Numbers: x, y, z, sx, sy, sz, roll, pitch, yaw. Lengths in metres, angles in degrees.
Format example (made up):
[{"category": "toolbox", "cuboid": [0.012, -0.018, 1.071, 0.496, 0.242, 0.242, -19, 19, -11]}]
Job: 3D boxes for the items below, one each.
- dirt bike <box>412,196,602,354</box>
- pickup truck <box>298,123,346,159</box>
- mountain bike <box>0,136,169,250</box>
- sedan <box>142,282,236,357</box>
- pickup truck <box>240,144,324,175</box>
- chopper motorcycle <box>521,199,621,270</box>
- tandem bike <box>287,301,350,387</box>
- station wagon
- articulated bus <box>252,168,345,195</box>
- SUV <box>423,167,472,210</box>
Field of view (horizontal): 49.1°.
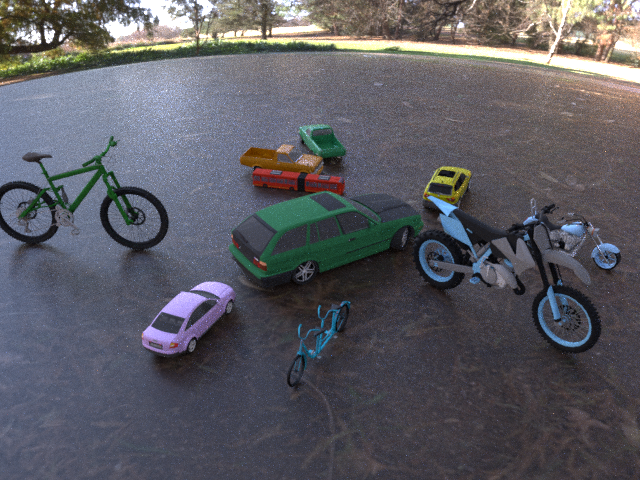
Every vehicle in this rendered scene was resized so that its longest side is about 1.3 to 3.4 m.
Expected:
[{"category": "dirt bike", "cuboid": [2.390, 0.308, 9.191, 1.024, 1.666, 2.903, -25, 38, -36]}, {"category": "pickup truck", "cuboid": [0.033, -2.101, 14.614, 0.640, 0.511, 1.603, -9, 31, -15]}, {"category": "mountain bike", "cuboid": [-3.774, -0.640, 10.841, 2.857, 1.688, 1.114, 3, 30, 5]}, {"category": "sedan", "cuboid": [-1.699, 0.955, 9.249, 0.635, 0.483, 1.613, 13, 32, 21]}, {"category": "pickup truck", "cuboid": [-0.746, -1.567, 13.671, 1.603, 0.511, 0.640, 9, 31, 16]}, {"category": "chopper motorcycle", "cuboid": [3.882, -0.093, 10.816, 1.563, 0.761, 0.466, 23, 37, 34]}, {"category": "tandem bike", "cuboid": [0.012, 1.158, 8.690, 0.283, 0.682, 1.642, 15, 33, 24]}, {"category": "station wagon", "cuboid": [0.174, -0.212, 10.865, 3.105, 0.920, 1.327, -18, 34, -28]}, {"category": "articulated bus", "cuboid": [-0.414, -1.090, 13.055, 1.749, 0.289, 0.311, 7, 30, 13]}, {"category": "SUV", "cuboid": [2.311, -1.015, 12.627, 0.656, 0.580, 1.572, 11, 31, 19]}]
